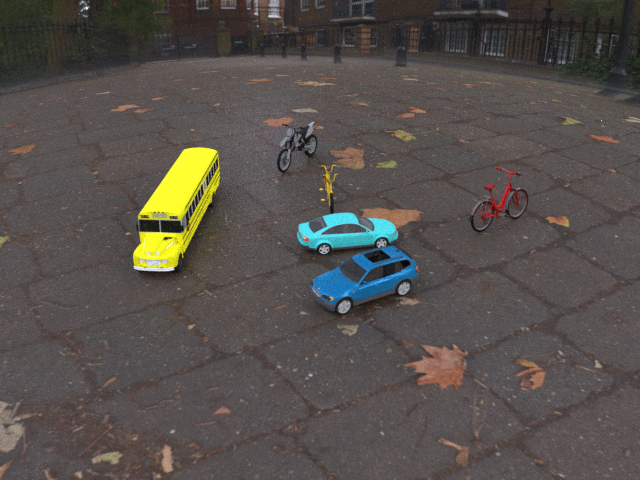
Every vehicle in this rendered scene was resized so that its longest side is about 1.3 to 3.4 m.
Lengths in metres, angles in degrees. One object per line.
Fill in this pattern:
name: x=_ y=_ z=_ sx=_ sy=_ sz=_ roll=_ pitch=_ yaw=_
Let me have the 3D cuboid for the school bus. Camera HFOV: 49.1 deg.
school bus: x=-2.291 y=-0.553 z=11.453 sx=0.709 sy=0.844 sz=3.322 roll=2 pitch=28 yaw=4

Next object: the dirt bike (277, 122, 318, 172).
dirt bike: x=-0.441 y=-1.936 z=14.080 sx=0.527 sy=0.857 sz=1.493 roll=15 pitch=31 yaw=26

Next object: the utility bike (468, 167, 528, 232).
utility bike: x=2.954 y=-0.696 z=11.616 sx=1.435 sy=0.946 sz=0.535 roll=-18 pitch=33 yaw=-31

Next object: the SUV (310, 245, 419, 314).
SUV: x=0.623 y=0.507 z=9.712 sx=1.572 sy=0.580 sz=0.656 roll=-14 pitch=31 yaw=-25

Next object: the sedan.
sedan: x=0.446 y=-0.153 z=11.078 sx=1.613 sy=0.483 sz=0.635 roll=-5 pitch=28 yaw=-10

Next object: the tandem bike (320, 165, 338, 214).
tandem bike: x=0.159 y=-1.007 z=12.493 sx=0.283 sy=0.682 sz=1.642 roll=-2 pitch=28 yaw=-3
